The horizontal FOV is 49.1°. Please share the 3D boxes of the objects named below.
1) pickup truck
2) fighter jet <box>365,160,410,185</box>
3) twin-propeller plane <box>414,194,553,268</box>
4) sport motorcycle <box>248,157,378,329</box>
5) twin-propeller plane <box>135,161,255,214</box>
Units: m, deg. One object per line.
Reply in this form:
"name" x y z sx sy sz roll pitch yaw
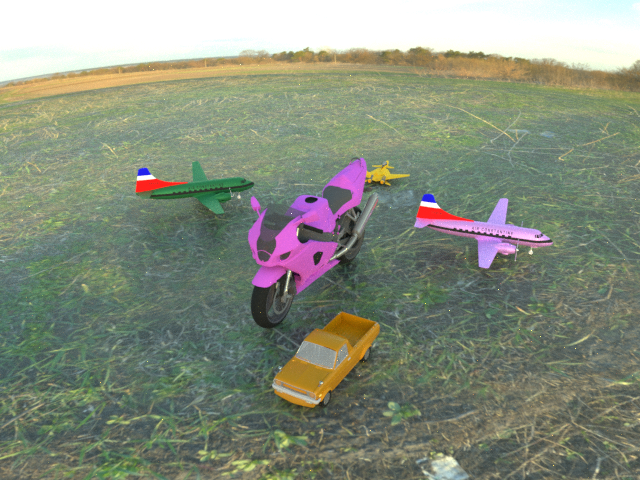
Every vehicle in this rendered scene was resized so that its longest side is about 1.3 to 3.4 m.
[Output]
"pickup truck" 0.106 1.306 8.098 0.640 0.511 1.603 14 30 27
"fighter jet" 1.240 -1.447 13.979 1.147 0.286 1.358 7 27 14
"twin-propeller plane" 2.553 -0.241 10.939 2.129 0.792 2.663 9 27 17
"sport motorcycle" -0.084 -0.028 9.591 0.983 1.596 2.955 14 29 26
"twin-propeller plane" -2.213 -1.010 12.512 2.129 0.792 2.663 -8 27 -16
